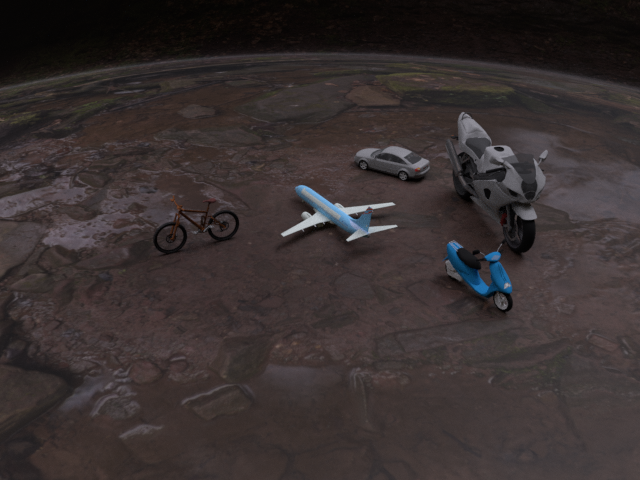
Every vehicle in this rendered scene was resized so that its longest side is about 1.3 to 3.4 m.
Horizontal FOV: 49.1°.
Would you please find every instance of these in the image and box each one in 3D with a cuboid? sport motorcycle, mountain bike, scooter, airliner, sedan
[{"bbox_3d":[2.974,-1.040,12.032,0.983,1.596,2.955,-7,30,-11],"label":"sport motorcycle"},{"bbox_3d":[-2.016,-0.274,11.419,1.469,0.868,0.573,-14,33,-24],"label":"mountain bike"},{"bbox_3d":[2.308,0.391,10.195,0.662,0.919,1.399,-18,34,-29],"label":"scooter"},{"bbox_3d":[0.200,-0.646,12.108,2.257,0.835,2.541,-16,33,-26],"label":"airliner"},{"bbox_3d":[1.440,-1.629,14.198,1.613,0.483,0.635,19,35,30],"label":"sedan"}]
